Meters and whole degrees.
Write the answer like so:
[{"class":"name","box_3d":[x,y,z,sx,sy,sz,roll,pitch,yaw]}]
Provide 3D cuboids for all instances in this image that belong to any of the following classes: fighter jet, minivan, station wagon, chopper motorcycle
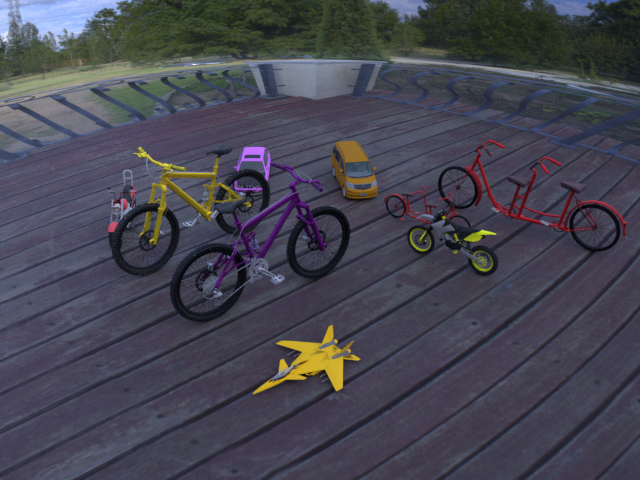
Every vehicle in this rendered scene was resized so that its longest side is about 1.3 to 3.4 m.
[{"class":"fighter jet","box_3d":[-0.224,1.436,8.147,1.358,0.286,1.147,-21,35,-34]},{"class":"minivan","box_3d":[0.622,-1.296,12.888,0.681,0.616,1.548,-5,29,-9]},{"class":"station wagon","box_3d":[-1.257,-1.333,13.108,0.682,0.473,1.597,0,28,-1]},{"class":"chopper motorcycle","box_3d":[-3.192,-0.508,11.268,0.466,0.761,1.563,-1,28,-2]}]

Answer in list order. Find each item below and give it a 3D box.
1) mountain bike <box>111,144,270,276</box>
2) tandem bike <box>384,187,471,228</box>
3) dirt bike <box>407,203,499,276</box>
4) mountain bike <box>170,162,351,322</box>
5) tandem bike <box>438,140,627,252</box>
[{"class":"mountain bike","box_3d":[-1.852,-0.568,10.400,1.114,1.688,2.857,25,37,39]},{"class":"tandem bike","box_3d":[1.728,-0.513,11.361,1.642,0.682,0.283,21,35,34]},{"class":"dirt bike","box_3d":[1.935,-0.023,10.263,1.493,0.857,0.527,20,34,32]},{"class":"mountain bike","box_3d":[-0.709,0.030,9.285,2.857,1.688,1.114,-20,34,-33]},{"class":"tandem bike","box_3d":[3.289,-0.765,11.149,3.192,1.326,0.550,21,35,34]}]
